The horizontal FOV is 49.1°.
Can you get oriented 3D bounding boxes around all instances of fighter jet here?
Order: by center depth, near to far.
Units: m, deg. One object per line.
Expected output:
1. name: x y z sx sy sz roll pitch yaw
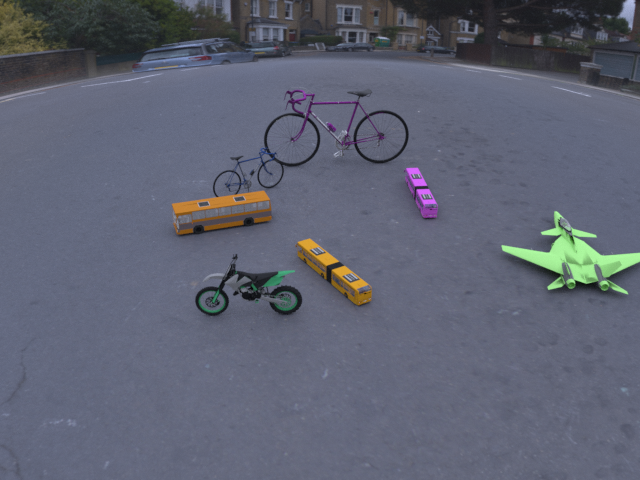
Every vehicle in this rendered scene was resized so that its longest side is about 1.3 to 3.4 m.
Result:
1. fighter jet: 4.072 -0.030 11.313 2.229 0.557 2.640 3 29 5

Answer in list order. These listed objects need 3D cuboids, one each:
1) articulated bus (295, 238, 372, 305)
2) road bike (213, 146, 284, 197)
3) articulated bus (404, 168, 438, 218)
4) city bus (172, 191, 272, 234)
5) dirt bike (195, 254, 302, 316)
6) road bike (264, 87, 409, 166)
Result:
1. articulated bus: 0.186 0.461 10.697 0.311 0.289 1.749 -17 33 -28
2. road bike: -1.343 -1.265 13.261 1.545 0.852 0.358 -19 34 -30
3. articulated bus: 1.896 -0.911 13.199 0.311 0.289 1.749 -2 29 -4
4. city bus: -1.706 -0.464 12.206 1.674 0.460 0.476 -10 30 -17
5. dirt bike: -0.995 0.683 9.700 1.493 0.857 0.527 -1 29 -2
6. road bike: 0.349 -2.310 14.330 3.004 1.656 0.697 -3 29 -5
